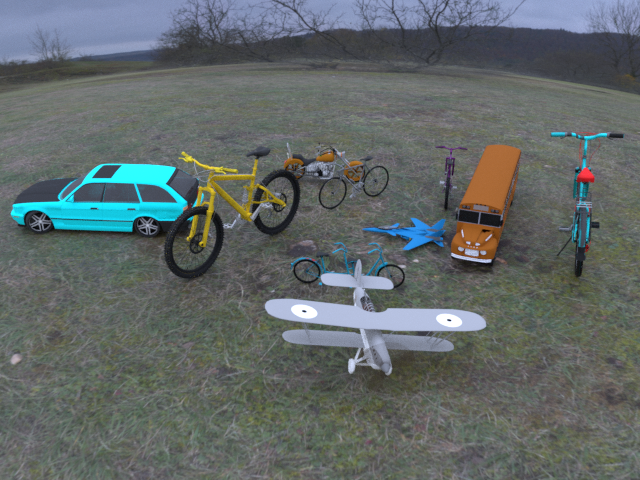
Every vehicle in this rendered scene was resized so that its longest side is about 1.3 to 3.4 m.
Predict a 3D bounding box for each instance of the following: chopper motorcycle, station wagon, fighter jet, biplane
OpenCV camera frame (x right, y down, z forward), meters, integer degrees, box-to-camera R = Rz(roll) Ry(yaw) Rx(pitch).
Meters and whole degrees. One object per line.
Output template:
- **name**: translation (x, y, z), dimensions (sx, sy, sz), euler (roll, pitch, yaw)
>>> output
- **chopper motorcycle**: translation (0.085, -1.479, 13.334), dimensions (1.563, 0.761, 0.466), euler (1, 28, 1)
- **station wagon**: translation (-3.584, -0.740, 11.771), dimensions (3.105, 0.920, 1.327), euler (2, 28, 3)
- **fighter jet**: translation (1.357, -0.183, 11.399), dimensions (1.358, 0.286, 1.147), euler (6, 29, 11)
- **biplane**: translation (0.633, 0.961, 8.503), dimensions (2.598, 0.981, 2.120), euler (-3, 28, -6)

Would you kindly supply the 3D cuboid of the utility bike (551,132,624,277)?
- **utility bike**: translation (3.930, -0.688, 10.694), dimensions (1.039, 1.839, 2.791), euler (9, 29, 16)

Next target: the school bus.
- **school bus**: translation (2.816, -0.657, 11.696), dimensions (0.709, 0.844, 3.322), euler (10, 29, 18)

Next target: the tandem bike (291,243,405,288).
- **tandem bike**: translation (0.391, 0.359, 9.955), dimensions (1.642, 0.682, 0.283), euler (3, 28, 6)

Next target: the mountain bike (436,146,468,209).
- **mountain bike**: translation (2.331, -1.175, 12.648), dimensions (0.573, 0.868, 1.469), euler (5, 28, 10)

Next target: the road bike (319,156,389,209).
- **road bike**: translation (0.622, -1.057, 12.442), dimensions (1.545, 0.852, 0.358), euler (-17, 32, -29)

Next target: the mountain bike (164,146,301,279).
- **mountain bike**: translation (-1.258, -0.554, 10.602), dimensions (1.114, 1.688, 2.857), euler (21, 34, 34)
